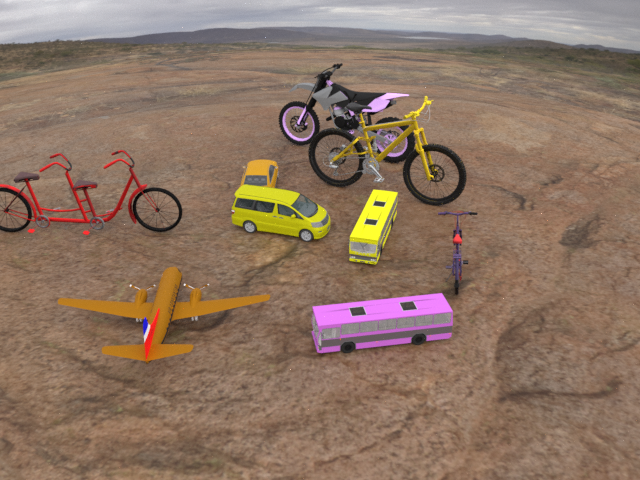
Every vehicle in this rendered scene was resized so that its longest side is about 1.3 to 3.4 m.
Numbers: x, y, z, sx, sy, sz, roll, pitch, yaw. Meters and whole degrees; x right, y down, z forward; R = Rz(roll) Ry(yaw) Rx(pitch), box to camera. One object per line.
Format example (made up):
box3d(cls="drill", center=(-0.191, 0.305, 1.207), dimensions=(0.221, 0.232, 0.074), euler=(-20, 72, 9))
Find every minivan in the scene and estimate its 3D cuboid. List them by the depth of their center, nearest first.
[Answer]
box3d(cls="minivan", center=(-0.604, -0.443, 11.007), dimensions=(1.548, 0.616, 0.681), euler=(9, 30, 15))

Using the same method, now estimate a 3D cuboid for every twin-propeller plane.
box3d(cls="twin-propeller plane", center=(-1.955, 0.786, 8.640), dimensions=(2.663, 0.792, 2.129), euler=(-1, 29, -2))

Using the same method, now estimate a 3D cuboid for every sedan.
box3d(cls="sedan", center=(-1.070, -1.110, 12.328), dimensions=(0.635, 0.483, 1.613), euler=(1, 29, 1))

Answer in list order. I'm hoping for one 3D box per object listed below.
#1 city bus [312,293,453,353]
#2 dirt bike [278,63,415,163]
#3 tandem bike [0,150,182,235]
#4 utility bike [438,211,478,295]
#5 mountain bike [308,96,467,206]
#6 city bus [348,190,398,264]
box3d(cls="city bus", center=(0.753, 1.027, 8.549), dimensions=(1.674, 0.460, 0.476), euler=(-5, 30, -9))
box3d(cls="dirt bike", center=(0.470, -2.437, 13.483), dimensions=(2.903, 1.666, 1.024), euler=(13, 32, 22))
box3d(cls="tandem bike", center=(-3.733, -0.703, 10.745), dimensions=(3.192, 1.326, 0.550), euler=(0, 29, 0))
box3d(cls="utility bike", center=(1.866, 0.099, 9.705), dimensions=(0.535, 0.946, 1.435), euler=(5, 30, 9))
box3d(cls="mountain bike", center=(1.096, -1.523, 11.834), dimensions=(2.857, 1.688, 1.114), euler=(13, 32, 22))
box3d(cls="city bus", center=(0.839, -0.211, 10.753), dimensions=(0.476, 0.460, 1.674), euler=(8, 30, 14))
